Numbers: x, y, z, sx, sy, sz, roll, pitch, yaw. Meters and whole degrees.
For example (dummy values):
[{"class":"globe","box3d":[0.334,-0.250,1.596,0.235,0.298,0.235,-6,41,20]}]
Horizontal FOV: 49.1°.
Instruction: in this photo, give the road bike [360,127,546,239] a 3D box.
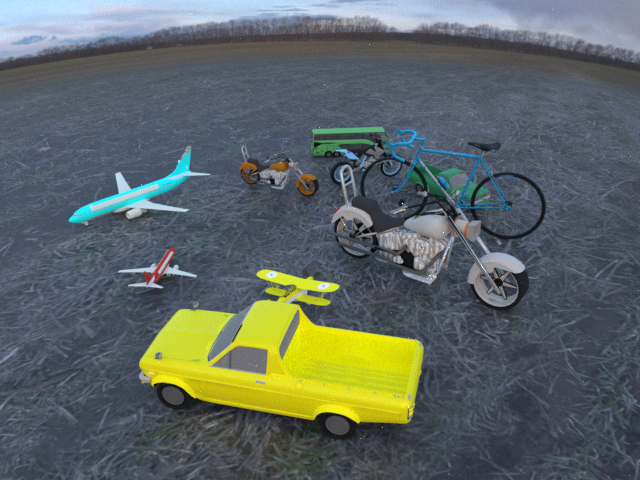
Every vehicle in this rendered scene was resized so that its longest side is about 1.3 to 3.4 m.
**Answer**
[{"class":"road bike","box3d":[2.091,-0.896,11.207,3.004,1.656,0.697,10,30,17]}]

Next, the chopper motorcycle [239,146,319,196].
[{"class":"chopper motorcycle","box3d":[-0.769,-1.267,12.829,1.563,0.761,0.466,11,30,19]}]

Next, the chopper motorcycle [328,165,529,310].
[{"class":"chopper motorcycle","box3d":[1.475,-0.064,9.858,3.040,1.480,0.906,18,33,30]}]

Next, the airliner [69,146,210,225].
[{"class":"airliner","box3d":[-3.209,-0.939,12.147,2.541,0.835,2.257,-25,37,-38]}]

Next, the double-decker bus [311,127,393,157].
[{"class":"double-decker bus","box3d":[0.651,-2.027,14.462,1.672,0.541,0.389,-3,29,-5]}]

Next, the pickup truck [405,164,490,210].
[{"class":"pickup truck","box3d":[2.292,-1.026,12.649,0.640,0.511,1.603,-22,35,-34]}]

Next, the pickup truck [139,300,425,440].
[{"class":"pickup truck","box3d":[-0.421,1.318,7.821,3.117,0.993,1.244,7,29,12]}]

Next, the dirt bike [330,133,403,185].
[{"class":"dirt bike","box3d":[0.890,-1.513,13.183,1.493,0.857,0.527,-10,30,-19]}]

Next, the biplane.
[{"class":"biplane","box3d":[-0.411,0.734,9.410,1.336,0.504,1.090,19,34,30]}]

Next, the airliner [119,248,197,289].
[{"class":"airliner","box3d":[-2.336,0.336,10.222,1.161,0.429,1.307,3,29,6]}]
